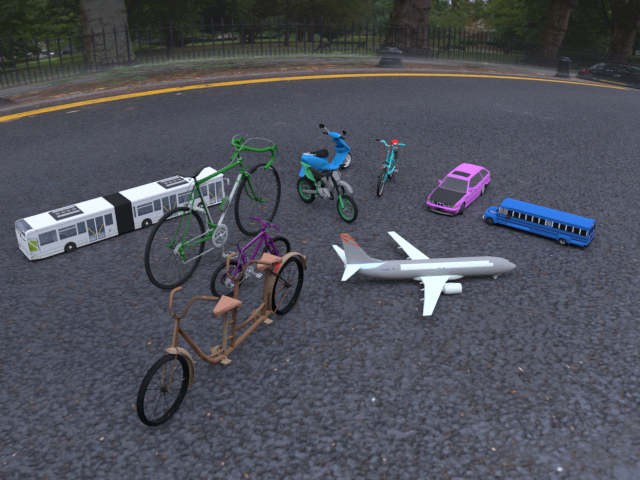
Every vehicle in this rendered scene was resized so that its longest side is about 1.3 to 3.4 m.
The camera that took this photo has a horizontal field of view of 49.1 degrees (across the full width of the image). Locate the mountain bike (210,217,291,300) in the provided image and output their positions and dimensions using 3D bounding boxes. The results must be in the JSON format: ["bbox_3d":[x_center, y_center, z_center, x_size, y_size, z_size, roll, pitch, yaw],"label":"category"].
[{"bbox_3d":[-0.925,0.238,9.525,0.573,0.868,1.469,23,36,36],"label":"mountain bike"}]

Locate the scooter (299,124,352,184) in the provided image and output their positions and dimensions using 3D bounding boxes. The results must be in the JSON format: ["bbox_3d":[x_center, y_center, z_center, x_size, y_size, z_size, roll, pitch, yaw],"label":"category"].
[{"bbox_3d":[0.126,-1.600,12.920,0.662,0.919,1.399,23,36,36],"label":"scooter"}]

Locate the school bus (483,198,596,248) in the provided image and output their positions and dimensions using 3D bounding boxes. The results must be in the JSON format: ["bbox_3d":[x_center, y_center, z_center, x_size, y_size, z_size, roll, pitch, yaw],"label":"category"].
[{"bbox_3d":[3.408,-0.298,10.991,1.708,0.434,0.365,19,33,31],"label":"school bus"}]

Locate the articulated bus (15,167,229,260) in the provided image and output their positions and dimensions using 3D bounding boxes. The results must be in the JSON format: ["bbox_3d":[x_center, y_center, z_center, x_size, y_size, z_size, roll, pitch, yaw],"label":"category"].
[{"bbox_3d":[-3.044,-0.476,11.190,3.401,0.561,0.605,-21,35,-34],"label":"articulated bus"}]

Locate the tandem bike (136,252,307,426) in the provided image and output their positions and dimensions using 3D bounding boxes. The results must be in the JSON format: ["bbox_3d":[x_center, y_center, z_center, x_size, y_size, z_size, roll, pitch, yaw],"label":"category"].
[{"bbox_3d":[-0.989,0.807,7.969,0.550,1.326,3.192,15,32,26],"label":"tandem bike"}]

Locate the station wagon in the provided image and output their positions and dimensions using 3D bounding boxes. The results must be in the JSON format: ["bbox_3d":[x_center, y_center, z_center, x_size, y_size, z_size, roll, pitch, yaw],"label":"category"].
[{"bbox_3d":[2.410,-0.919,12.115,0.682,0.473,1.597,17,32,29],"label":"station wagon"}]

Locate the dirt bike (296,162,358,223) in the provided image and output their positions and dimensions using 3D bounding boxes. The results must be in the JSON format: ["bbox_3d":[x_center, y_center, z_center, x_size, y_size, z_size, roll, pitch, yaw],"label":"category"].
[{"bbox_3d":[0.109,-0.856,11.589,0.527,0.857,1.493,-22,35,-35],"label":"dirt bike"}]

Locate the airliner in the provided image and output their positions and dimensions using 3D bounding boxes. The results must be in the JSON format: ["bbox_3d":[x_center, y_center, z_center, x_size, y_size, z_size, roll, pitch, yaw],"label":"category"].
[{"bbox_3d":[1.486,0.226,9.581,2.541,0.835,2.257,-3,28,-6],"label":"airliner"}]

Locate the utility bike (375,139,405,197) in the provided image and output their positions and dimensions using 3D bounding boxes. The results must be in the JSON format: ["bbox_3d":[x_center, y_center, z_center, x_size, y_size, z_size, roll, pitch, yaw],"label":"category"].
[{"bbox_3d":[1.271,-1.386,12.490,0.535,0.946,1.435,9,29,16],"label":"utility bike"}]

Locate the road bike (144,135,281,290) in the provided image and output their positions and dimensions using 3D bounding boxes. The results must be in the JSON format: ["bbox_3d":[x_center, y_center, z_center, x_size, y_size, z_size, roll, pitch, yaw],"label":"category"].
[{"bbox_3d":[-1.444,-0.472,10.020,0.696,1.656,3.004,17,32,28],"label":"road bike"}]
